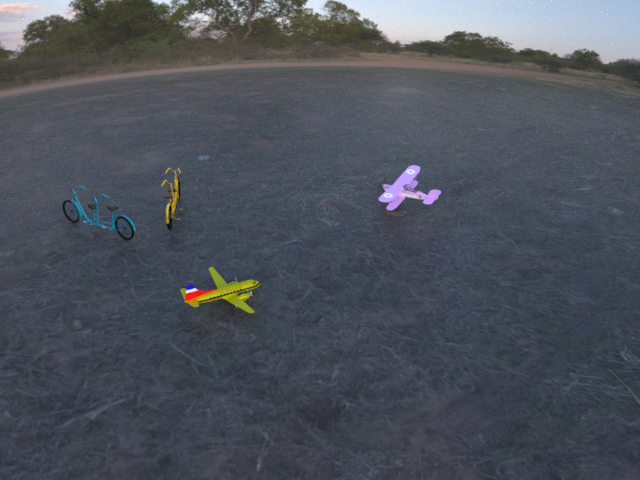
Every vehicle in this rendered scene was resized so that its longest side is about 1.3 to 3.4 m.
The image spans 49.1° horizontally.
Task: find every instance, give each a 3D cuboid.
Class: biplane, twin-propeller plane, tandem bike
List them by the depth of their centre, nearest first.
[{"bbox_3d":[-1.280,0.649,9.298,1.095,0.407,1.370,-15,31,-27],"label":"twin-propeller plane"},{"bbox_3d":[-3.559,-0.446,11.156,1.642,0.682,0.283,15,31,28],"label":"tandem bike"},{"bbox_3d":[-2.473,-0.751,11.758,0.283,0.682,1.642,-2,27,-3],"label":"tandem bike"},{"bbox_3d":[1.521,-0.814,12.078,1.090,0.504,1.336,15,31,28],"label":"biplane"}]
